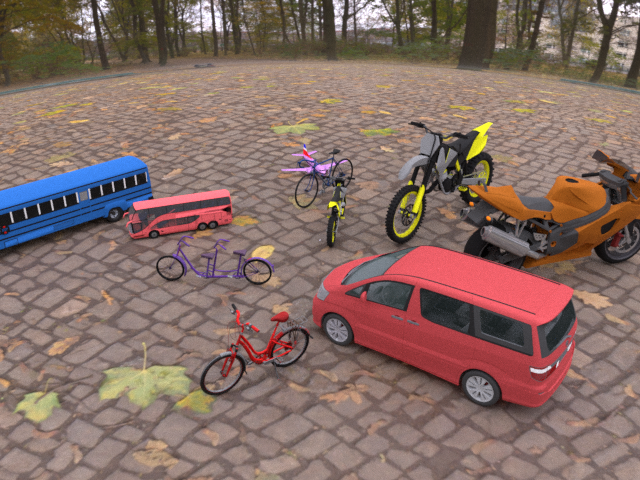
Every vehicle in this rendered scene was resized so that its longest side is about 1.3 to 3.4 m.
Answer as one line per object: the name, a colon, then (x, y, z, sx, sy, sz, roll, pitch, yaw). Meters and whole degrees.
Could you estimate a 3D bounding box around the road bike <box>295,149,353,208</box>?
road bike: (0.088, -1.104, 12.021, 0.358, 0.852, 1.545, 21, 34, 35)

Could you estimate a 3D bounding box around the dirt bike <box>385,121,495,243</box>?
dirt bike: (1.985, -1.044, 11.013, 1.024, 1.666, 2.903, 23, 35, 37)

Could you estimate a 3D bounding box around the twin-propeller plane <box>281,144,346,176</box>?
twin-propeller plane: (-0.119, -1.482, 13.243, 1.370, 0.407, 1.095, -11, 29, -20)

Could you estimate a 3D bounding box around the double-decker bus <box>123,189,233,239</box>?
double-decker bus: (-2.214, -0.402, 10.994, 1.672, 0.541, 0.389, -10, 29, -19)

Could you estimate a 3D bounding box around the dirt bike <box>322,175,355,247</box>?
dirt bike: (0.258, -0.533, 10.903, 0.527, 0.857, 1.493, 5, 28, 9)

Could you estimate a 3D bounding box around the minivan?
minivan: (1.316, 0.780, 7.975, 3.011, 1.197, 1.324, 19, 32, 32)

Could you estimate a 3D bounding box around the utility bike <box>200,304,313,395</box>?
utility bike: (-0.635, 1.147, 7.535, 1.435, 0.946, 0.535, -18, 32, -31)

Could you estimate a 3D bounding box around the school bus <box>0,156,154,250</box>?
school bus: (-4.204, -0.477, 10.808, 3.322, 0.844, 0.709, -24, 36, -38)

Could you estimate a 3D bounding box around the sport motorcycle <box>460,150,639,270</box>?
sport motorcycle: (3.288, -0.253, 9.550, 2.955, 1.596, 0.983, -8, 28, -15)

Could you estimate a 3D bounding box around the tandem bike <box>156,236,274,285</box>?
tandem bike: (-1.435, 0.287, 9.498, 1.642, 0.682, 0.283, 2, 27, 4)
